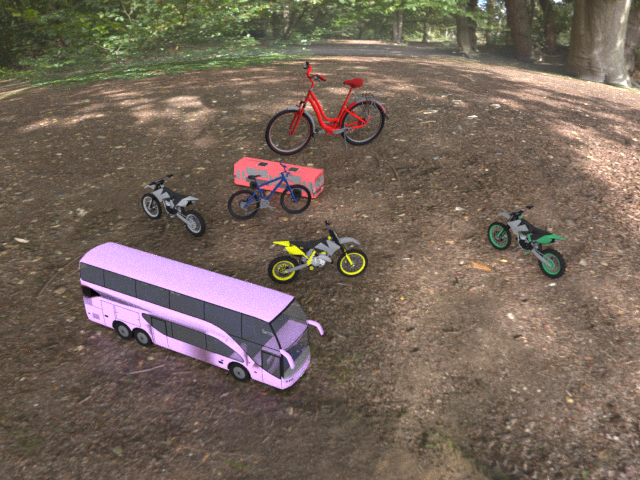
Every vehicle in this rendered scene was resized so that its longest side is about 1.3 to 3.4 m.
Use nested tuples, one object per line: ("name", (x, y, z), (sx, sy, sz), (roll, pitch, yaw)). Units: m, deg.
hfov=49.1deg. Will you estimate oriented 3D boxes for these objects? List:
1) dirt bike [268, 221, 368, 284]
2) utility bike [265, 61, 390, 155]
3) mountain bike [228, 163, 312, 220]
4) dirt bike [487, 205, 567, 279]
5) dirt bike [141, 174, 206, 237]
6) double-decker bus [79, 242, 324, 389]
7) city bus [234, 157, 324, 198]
("dirt bike", (-0.025, 0.218, 10.205), (1.493, 0.857, 0.527), (-5, 29, -8))
("utility bike", (0.226, -2.661, 14.376), (2.791, 1.839, 1.039), (-10, 31, -18))
("mountain bike", (-0.861, -0.790, 12.008), (1.469, 0.868, 0.573), (-7, 30, -12))
("dirt bike", (3.134, -0.023, 10.640), (0.527, 0.857, 1.493), (-19, 34, -30))
("dirt bike", (-2.484, -0.592, 11.664), (1.493, 0.857, 0.527), (19, 34, 31))
("double-decker bus", (-1.566, 0.917, 8.748), (3.251, 1.052, 0.756), (14, 32, 24))
("city bus", (-0.771, -1.154, 13.083), (1.674, 0.460, 0.476), (12, 31, 20))
